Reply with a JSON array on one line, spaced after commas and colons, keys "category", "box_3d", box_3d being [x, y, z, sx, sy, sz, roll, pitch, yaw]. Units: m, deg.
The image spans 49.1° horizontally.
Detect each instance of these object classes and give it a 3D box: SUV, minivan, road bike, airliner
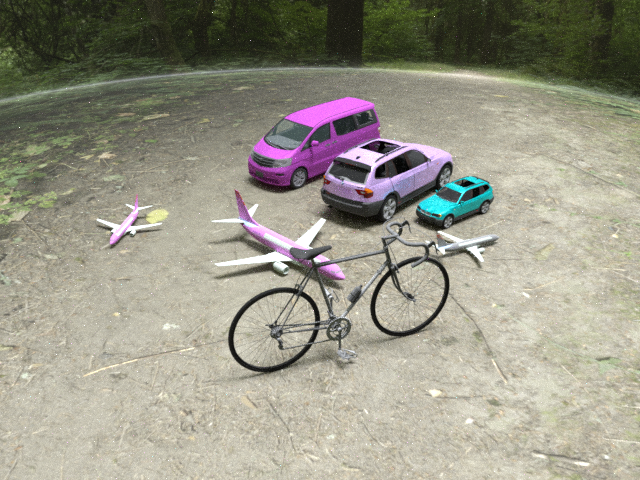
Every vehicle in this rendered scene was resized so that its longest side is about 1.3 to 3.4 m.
[{"category": "SUV", "box_3d": [2.405, -0.708, 12.391, 1.572, 0.580, 0.656, -20, 33, -33]}, {"category": "minivan", "box_3d": [-0.095, -2.026, 14.282, 3.011, 1.197, 1.324, -24, 36, -39]}, {"category": "SUV", "box_3d": [1.314, -1.312, 12.967, 1.276, 1.128, 3.058, 21, 34, 35]}, {"category": "road bike", "box_3d": [0.315, 0.682, 8.505, 3.004, 1.656, 0.697, -11, 29, -21]}, {"category": "airliner", "box_3d": [-3.292, -0.336, 11.831, 1.161, 0.429, 1.307, 4, 27, 7]}, {"category": "airliner", "box_3d": [-0.537, -0.061, 10.851, 2.257, 0.835, 2.541, -24, 36, -39]}, {"category": "airliner", "box_3d": [2.370, -0.020, 11.216, 1.307, 0.429, 1.161, -13, 30, -24]}]
